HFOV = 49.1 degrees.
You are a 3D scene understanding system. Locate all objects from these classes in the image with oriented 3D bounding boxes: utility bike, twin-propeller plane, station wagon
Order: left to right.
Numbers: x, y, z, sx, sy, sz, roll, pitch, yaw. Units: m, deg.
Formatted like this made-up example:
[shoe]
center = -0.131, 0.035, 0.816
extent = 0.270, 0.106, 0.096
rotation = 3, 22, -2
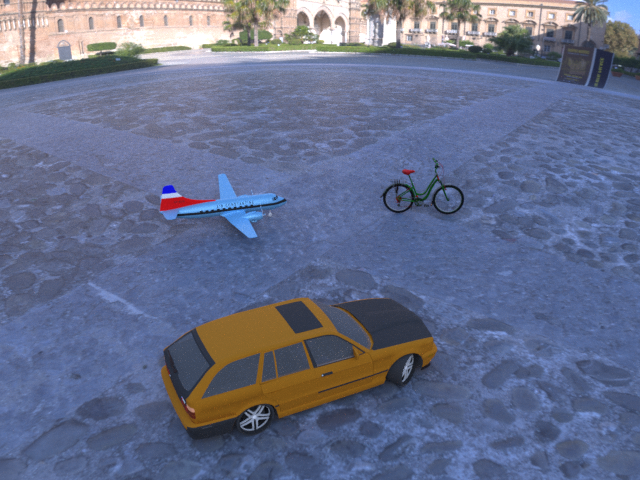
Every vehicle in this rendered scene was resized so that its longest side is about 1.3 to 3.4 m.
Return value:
[twin-propeller plane]
center = -1.579, -0.645, 11.597
extent = 2.129, 0.792, 2.663
rotation = -8, 29, -15
[station wagon]
center = -0.172, 1.218, 7.877
extent = 3.105, 0.920, 1.327
rotation = -13, 30, -23
[utility bike]
center = 1.747, -0.911, 11.942
extent = 1.435, 0.946, 0.535
rotation = 2, 28, 4
